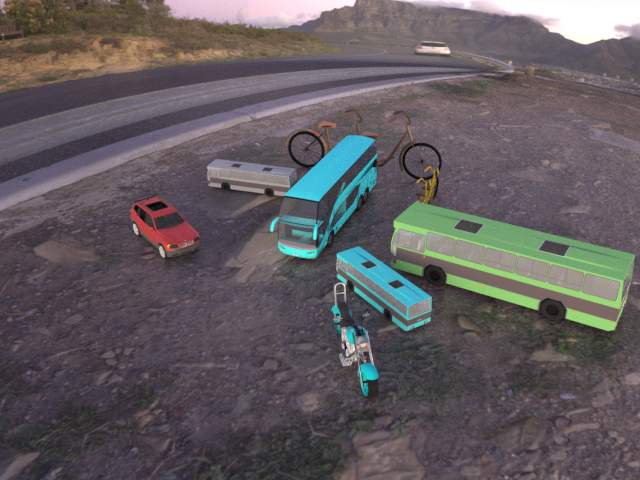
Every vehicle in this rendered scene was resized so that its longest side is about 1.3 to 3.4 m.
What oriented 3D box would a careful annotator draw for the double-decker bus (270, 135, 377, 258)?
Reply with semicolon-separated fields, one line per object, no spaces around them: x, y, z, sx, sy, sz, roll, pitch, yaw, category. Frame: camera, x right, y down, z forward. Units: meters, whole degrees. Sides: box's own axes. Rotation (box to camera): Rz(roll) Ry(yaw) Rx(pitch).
0.187;-0.780;11.906;0.756;1.052;3.251;11;30;19;double-decker bus

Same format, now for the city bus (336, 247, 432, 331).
0.860;0.674;9.835;0.476;0.460;1.674;-17;33;-28;city bus

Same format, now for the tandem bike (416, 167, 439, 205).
1.876;-0.830;12.388;0.283;0.682;1.642;12;30;21;tandem bike

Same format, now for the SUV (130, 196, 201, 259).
-2.542;-0.241;11.404;0.656;0.580;1.572;-20;34;-33;SUV

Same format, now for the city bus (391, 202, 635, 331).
2.644;0.344;9.989;3.255;0.894;0.926;16;32;27;city bus

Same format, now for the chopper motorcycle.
0.419;1.203;8.538;0.466;0.761;1.563;-7;29;-13;chopper motorcycle

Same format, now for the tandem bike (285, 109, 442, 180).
0.813;-1.917;13.725;3.192;1.326;0.550;8;29;15;tandem bike

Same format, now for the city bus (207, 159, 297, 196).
-1.283;-1.159;13.231;1.674;0.460;0.476;9;30;15;city bus
